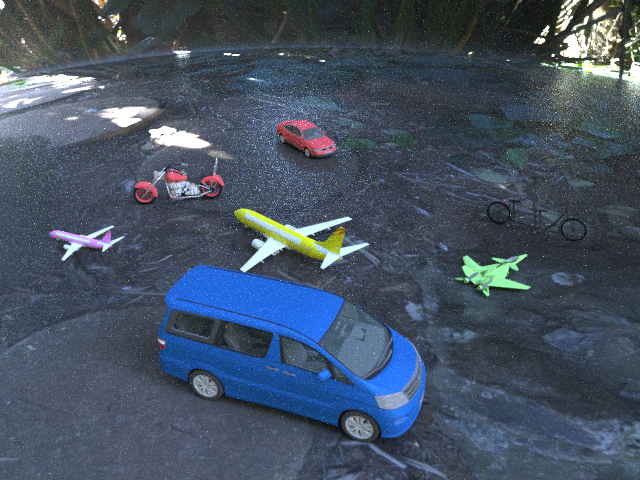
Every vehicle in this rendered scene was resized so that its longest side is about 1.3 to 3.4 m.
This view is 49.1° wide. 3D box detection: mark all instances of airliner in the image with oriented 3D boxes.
[{"bbox_3d":[-0.516,-0.221,10.732,2.541,0.835,2.257,26,39,38],"label":"airliner"},{"bbox_3d":[-3.725,-0.076,10.887,1.307,0.429,1.161,13,32,21],"label":"airliner"}]

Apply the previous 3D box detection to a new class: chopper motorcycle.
[{"bbox_3d":[-2.475,-1.020,12.203,1.563,0.761,0.466,-4,30,-7],"label":"chopper motorcycle"}]

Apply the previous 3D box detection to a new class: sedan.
[{"bbox_3d":[-0.292,-2.152,14.461,0.635,0.483,1.613,-19,35,-30],"label":"sedan"}]

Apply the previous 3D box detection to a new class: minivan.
[{"bbox_3d":[-0.306,1.197,7.889,3.011,1.197,1.324,11,31,18],"label":"minivan"}]

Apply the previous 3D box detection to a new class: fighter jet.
[{"bbox_3d":[2.646,0.369,10.254,1.358,0.286,1.147,-23,37,-35],"label":"fighter jet"}]

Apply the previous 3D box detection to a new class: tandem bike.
[{"bbox_3d":[3.464,-0.431,11.254,1.642,0.682,0.283,16,33,25],"label":"tandem bike"}]
